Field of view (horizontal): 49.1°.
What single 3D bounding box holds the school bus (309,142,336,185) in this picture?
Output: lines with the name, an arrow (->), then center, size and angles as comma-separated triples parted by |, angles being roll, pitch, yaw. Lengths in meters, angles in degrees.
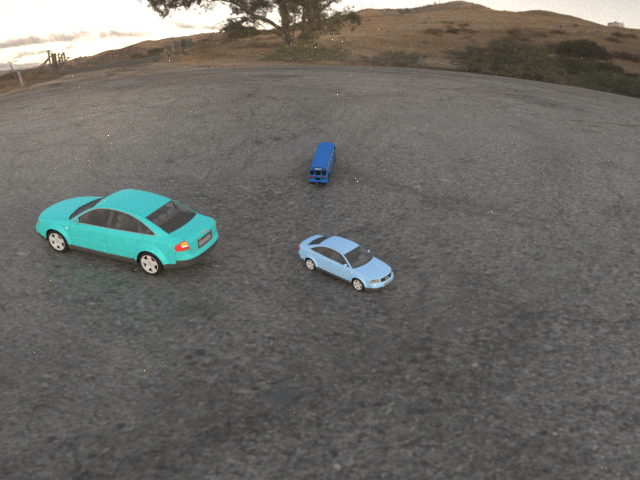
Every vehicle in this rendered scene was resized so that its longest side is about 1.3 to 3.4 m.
school bus -> 0.068, -1.590, 14.226 | 0.365, 0.434, 1.708 | 3, 28, 6

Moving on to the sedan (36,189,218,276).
sedan -> -3.144, -0.280, 11.198 | 3.137, 0.940, 1.235 | 11, 30, 21

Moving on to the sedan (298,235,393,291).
sedan -> 0.382, 0.288, 10.610 | 1.613, 0.483, 0.635 | 22, 35, 35
